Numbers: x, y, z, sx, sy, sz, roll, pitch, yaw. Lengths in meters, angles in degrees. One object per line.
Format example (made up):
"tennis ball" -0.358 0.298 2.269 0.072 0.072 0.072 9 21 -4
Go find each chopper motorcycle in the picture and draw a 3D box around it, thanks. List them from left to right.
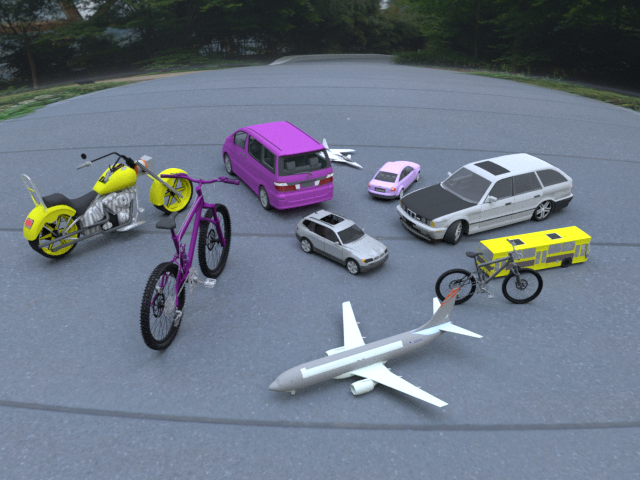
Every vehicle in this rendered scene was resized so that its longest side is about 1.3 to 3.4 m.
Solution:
"chopper motorcycle" -3.294 -0.747 11.160 0.906 1.480 3.040 22 34 35

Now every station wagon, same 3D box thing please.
"station wagon" 2.803 -0.793 11.851 3.105 0.920 1.327 -14 30 -24

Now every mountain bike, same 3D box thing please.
"mountain bike" -1.709 0.146 9.223 1.114 1.688 2.857 6 28 12
"mountain bike" 2.297 0.495 9.439 1.469 0.868 0.573 -1 28 -1

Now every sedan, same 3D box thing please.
"sedan" 1.418 -1.209 13.123 0.635 0.483 1.613 13 30 23

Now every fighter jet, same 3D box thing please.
"fighter jet" 0.378 -1.743 14.359 1.147 0.286 1.358 -24 36 -38

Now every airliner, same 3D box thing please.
"airliner" 0.575 1.186 8.151 2.541 0.835 2.257 -13 30 -23

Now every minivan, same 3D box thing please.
"minivan" -0.872 -1.545 12.995 1.324 1.197 3.011 -13 30 -23

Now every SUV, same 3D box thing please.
"SUV" 0.322 -0.011 10.721 1.572 0.580 0.656 24 36 38

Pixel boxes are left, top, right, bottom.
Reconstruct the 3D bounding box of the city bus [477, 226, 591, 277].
"city bus" 3.195 0.190 10.466 1.674 0.460 0.476 -8 29 -16
